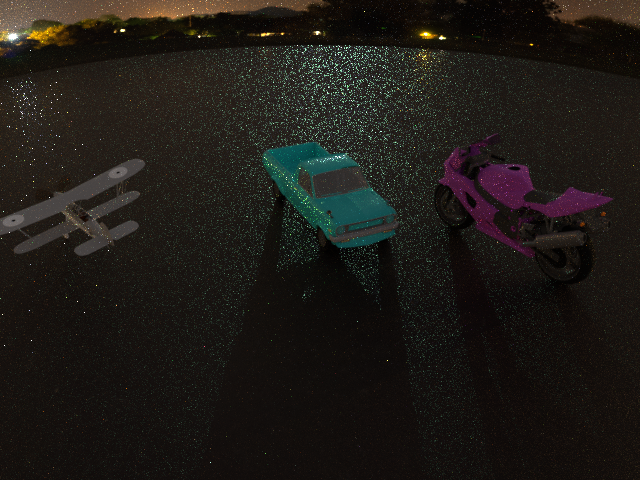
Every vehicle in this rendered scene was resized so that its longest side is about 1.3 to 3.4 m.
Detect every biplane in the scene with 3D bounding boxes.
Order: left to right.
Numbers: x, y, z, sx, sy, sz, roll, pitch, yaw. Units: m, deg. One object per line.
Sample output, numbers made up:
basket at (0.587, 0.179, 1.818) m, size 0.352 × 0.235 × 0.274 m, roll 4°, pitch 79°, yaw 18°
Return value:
biplane at (-3.648, -0.318, 10.635) m, size 2.598 × 0.981 × 2.120 m, roll -23°, pitch 37°, yaw -34°

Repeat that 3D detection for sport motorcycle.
sport motorcycle at (2.833, -0.494, 10.325) m, size 0.983 × 1.596 × 2.955 m, roll -22°, pitch 37°, yaw -33°

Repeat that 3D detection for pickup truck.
pickup truck at (0.082, -0.911, 11.647) m, size 1.244 × 0.993 × 3.117 m, roll -13°, pitch 33°, yaw -21°
